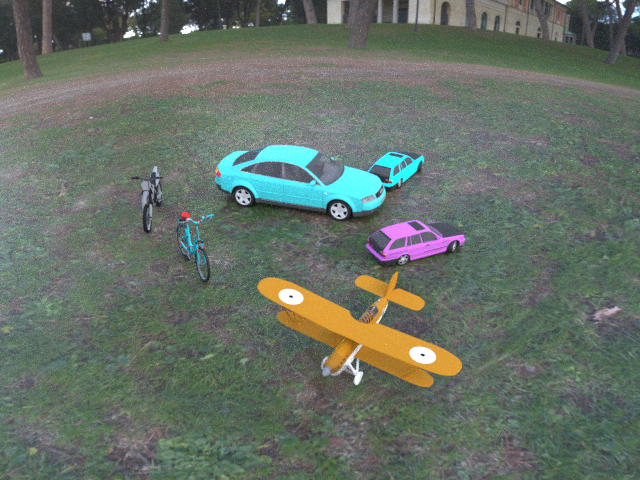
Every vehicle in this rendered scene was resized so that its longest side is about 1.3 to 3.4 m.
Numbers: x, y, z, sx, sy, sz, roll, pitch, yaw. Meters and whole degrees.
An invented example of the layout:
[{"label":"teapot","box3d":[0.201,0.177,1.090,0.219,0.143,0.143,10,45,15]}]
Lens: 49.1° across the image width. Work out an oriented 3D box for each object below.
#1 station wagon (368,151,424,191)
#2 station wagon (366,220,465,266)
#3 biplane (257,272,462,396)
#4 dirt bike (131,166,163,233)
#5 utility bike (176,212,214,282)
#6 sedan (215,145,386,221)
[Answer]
[{"label":"station wagon","box3d":[1.491,-1.453,13.690,0.682,0.473,1.597,16,33,27]},{"label":"station wagon","box3d":[1.546,-0.029,11.134,1.597,0.473,0.682,-13,32,-22]},{"label":"biplane","box3d":[0.562,1.089,8.607,2.598,0.981,2.120,14,32,24]},{"label":"dirt bike","box3d":[-2.898,-0.762,12.057,0.527,0.857,1.493,-1,29,-2]},{"label":"utility bike","box3d":[-1.904,-0.019,10.632,0.535,0.946,1.435,-15,32,-25]},{"label":"sedan","box3d":[-0.364,-1.133,12.637,3.137,0.940,1.235,9,30,16]}]
